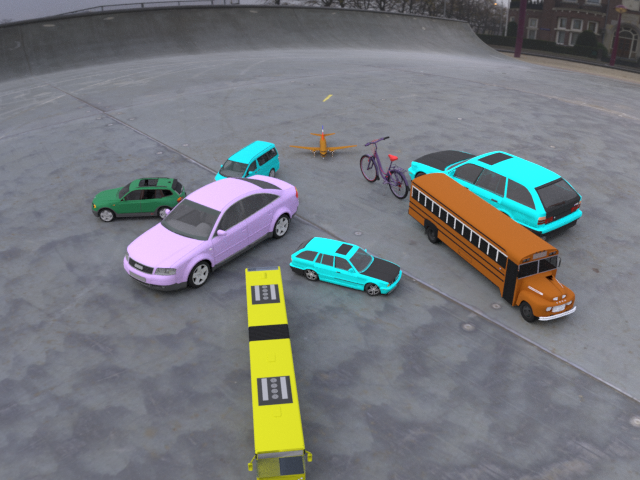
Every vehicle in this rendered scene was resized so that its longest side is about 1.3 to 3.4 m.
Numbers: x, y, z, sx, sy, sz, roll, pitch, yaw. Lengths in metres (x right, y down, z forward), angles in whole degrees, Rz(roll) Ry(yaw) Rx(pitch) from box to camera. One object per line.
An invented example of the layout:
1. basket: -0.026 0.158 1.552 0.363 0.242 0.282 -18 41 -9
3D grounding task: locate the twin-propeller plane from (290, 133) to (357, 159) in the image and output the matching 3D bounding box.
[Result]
1. twin-propeller plane: 0.064 -1.976 14.212 1.370 0.407 1.095 0 29 -1

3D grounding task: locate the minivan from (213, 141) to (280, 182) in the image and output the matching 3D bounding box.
1. minivan: -1.348 -1.279 12.760 0.681 0.616 1.548 15 32 24

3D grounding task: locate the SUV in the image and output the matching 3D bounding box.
1. SUV: -3.042 -0.712 11.788 1.572 0.580 0.656 -2 29 -4

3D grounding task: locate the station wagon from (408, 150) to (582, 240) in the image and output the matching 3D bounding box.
1. station wagon: 2.888 -0.998 11.950 1.327 0.920 3.105 -20 35 -32

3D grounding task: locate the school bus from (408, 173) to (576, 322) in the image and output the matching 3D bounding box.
1. school bus: 2.427 0.018 10.221 0.709 0.844 3.322 -12 32 -21

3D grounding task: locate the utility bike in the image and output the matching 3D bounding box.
1. utility bike: 1.106 -1.295 12.452 0.535 0.946 1.435 -18 34 -29

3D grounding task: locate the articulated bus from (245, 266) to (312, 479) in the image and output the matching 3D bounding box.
1. articulated bus: -0.573 1.386 8.078 0.605 0.561 3.401 -3 30 -6

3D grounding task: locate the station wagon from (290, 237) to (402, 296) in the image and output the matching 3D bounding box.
1. station wagon: 0.377 0.339 10.029 1.597 0.473 0.682 13 32 21

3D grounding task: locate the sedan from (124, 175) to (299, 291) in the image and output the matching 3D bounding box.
1. sedan: -1.584 -0.271 10.639 1.235 0.940 3.137 20 35 31
